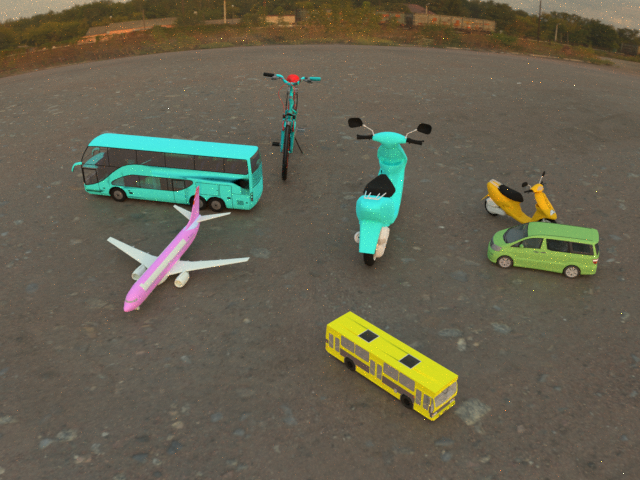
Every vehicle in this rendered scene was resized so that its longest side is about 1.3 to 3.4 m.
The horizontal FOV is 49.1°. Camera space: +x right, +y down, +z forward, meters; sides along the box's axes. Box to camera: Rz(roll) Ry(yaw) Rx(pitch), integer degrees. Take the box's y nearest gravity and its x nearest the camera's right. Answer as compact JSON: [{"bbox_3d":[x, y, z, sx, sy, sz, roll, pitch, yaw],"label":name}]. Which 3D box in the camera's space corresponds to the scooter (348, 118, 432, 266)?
[{"bbox_3d":[0.983,-0.882,10.797,1.288,1.786,2.721,7,31,12],"label":"scooter"}]

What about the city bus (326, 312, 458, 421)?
[{"bbox_3d":[0.790,1.440,8.114,0.476,0.460,1.674,-26,39,-37],"label":"city bus"}]

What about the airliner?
[{"bbox_3d":[-2.198,0.106,10.041,2.257,0.835,2.541,8,31,13],"label":"airliner"}]

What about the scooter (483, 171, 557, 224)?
[{"bbox_3d":[3.235,-0.648,11.259,0.662,0.919,1.399,-26,39,-37],"label":"scooter"}]

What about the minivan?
[{"bbox_3d":[3.276,0.091,10.285,1.548,0.616,0.681,8,31,14],"label":"minivan"}]

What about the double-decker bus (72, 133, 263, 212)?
[{"bbox_3d":[-2.604,-1.182,12.046,3.251,1.052,0.756,6,31,11],"label":"double-decker bus"}]

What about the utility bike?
[{"bbox_3d":[-0.499,-2.381,13.330,1.039,1.839,2.791,0,30,1],"label":"utility bike"}]
